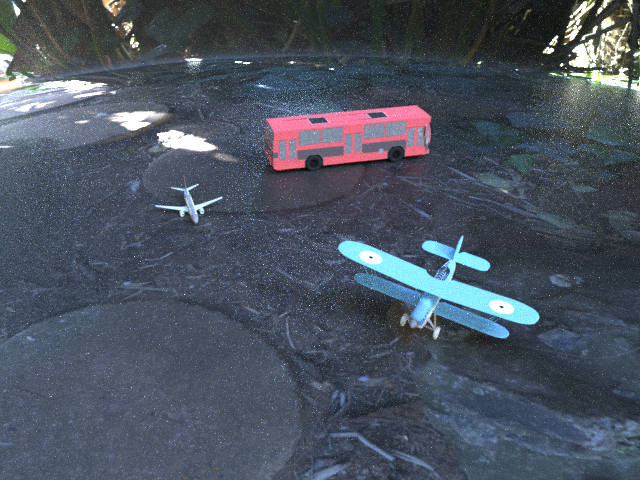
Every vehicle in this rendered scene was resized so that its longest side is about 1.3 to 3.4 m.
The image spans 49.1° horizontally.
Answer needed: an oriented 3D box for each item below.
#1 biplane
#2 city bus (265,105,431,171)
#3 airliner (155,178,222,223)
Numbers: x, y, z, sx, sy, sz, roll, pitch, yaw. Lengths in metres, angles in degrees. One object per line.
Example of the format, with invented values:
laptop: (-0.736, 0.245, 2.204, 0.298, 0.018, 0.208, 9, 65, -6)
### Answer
biplane: (1.570, 0.612, 9.120, 2.598, 0.981, 2.120, 13, 31, 22)
city bus: (0.565, -2.028, 14.057, 3.255, 0.894, 0.926, -8, 30, -14)
airliner: (-2.245, -0.688, 12.084, 1.161, 0.429, 1.307, -9, 30, -15)
